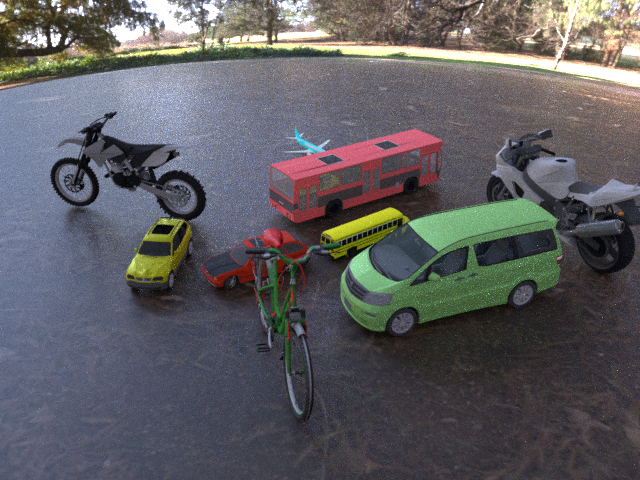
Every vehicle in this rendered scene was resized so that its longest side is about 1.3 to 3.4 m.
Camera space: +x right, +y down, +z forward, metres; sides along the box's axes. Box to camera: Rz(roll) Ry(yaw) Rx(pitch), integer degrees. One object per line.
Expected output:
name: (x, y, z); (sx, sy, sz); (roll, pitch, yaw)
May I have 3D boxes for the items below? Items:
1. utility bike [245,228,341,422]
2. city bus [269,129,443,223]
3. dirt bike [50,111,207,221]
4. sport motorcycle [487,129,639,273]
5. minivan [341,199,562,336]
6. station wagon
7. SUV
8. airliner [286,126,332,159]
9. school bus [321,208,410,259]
utility bike: (-0.377, 0.673, 8.136); (1.039, 1.839, 2.791); (-8, 30, -14)
city bus: (0.699, -1.149, 12.472); (3.255, 0.894, 0.926); (-18, 33, -29)
dirt bike: (-3.299, -1.191, 11.741); (2.903, 1.666, 1.024); (7, 29, 13)
sport motorcycle: (3.686, -0.655, 10.830); (0.983, 1.596, 2.955); (-16, 32, -27)
minivan: (1.765, 0.302, 9.489); (3.011, 1.197, 1.324); (-10, 30, -18)
station wagon: (-0.948, 0.251, 10.340); (1.597, 0.473, 0.682); (-15, 32, -25)
SUV: (-2.360, 0.171, 10.375); (0.656, 0.580, 1.572); (3, 29, 6)
airliner: (-0.160, -2.000, 14.521); (1.161, 0.429, 1.307); (-20, 34, -32)
school bus: (0.779, -0.136, 11.092); (1.708, 0.434, 0.365); (-20, 35, -33)
